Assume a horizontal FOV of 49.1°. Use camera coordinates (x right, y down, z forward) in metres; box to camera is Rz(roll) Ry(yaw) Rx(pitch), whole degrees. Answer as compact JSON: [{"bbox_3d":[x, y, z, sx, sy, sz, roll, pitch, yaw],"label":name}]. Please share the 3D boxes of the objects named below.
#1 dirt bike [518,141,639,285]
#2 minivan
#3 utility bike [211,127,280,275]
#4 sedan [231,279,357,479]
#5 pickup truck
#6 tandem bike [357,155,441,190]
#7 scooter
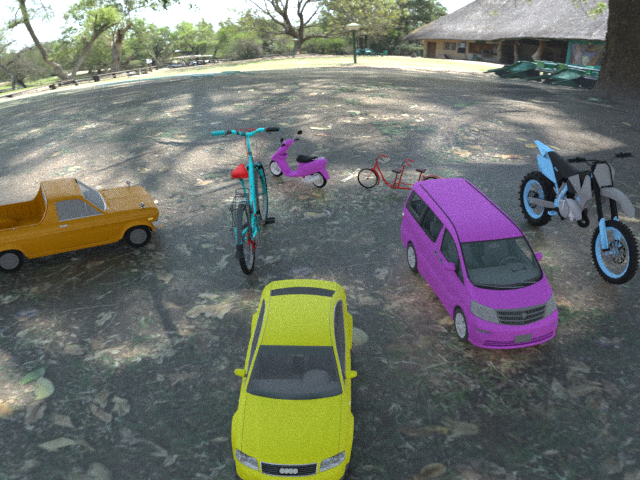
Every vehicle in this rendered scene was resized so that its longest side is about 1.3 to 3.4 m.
[{"bbox_3d":[3.844,-0.587,10.463,1.024,1.666,2.903,-7,28,-14],"label":"dirt bike"},{"bbox_3d":[2.055,0.219,9.381,1.324,1.197,3.011,-6,27,-11],"label":"minivan"},{"bbox_3d":[-1.127,-0.718,10.533,1.039,1.839,2.791,1,27,3],"label":"utility bike"},{"bbox_3d":[-0.234,1.311,7.491,1.235,0.940,3.137,1,27,1],"label":"sedan"},{"bbox_3d":[-4.058,-0.339,10.721,3.117,0.993,1.244,-12,29,-23],"label":"pickup truck"},{"bbox_3d":[1.467,-1.169,12.722,1.642,0.682,0.283,9,28,18],"label":"tandem bike"},{"bbox_3d":[-0.407,-1.516,13.149,1.399,0.919,0.662,17,32,31],"label":"scooter"}]
